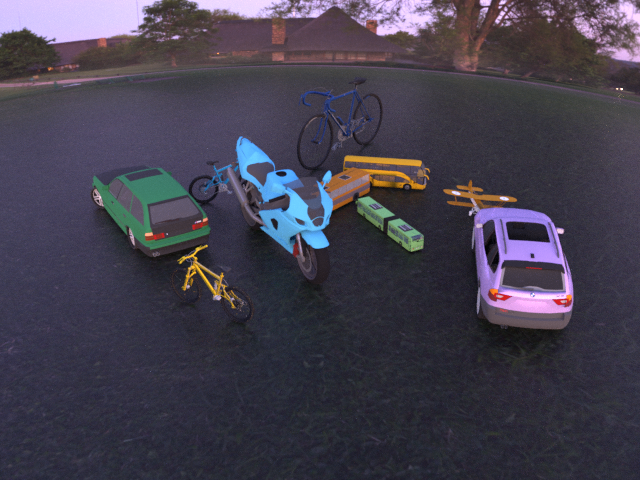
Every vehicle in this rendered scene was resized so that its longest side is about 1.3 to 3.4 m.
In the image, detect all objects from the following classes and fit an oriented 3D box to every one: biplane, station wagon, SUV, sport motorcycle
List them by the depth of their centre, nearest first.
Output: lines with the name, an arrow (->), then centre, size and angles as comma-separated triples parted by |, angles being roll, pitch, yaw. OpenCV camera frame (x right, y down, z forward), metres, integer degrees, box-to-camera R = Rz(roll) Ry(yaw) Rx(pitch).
SUV -> 2.919, 0.184, 10.226 | 1.276, 1.128, 3.058 | 4, 28, 8
sport motorcycle -> -0.625, -0.523, 11.049 | 0.983, 1.596, 2.955 | -15, 32, -25
station wagon -> -3.036, -0.745, 12.178 | 1.327, 0.920, 3.105 | -17, 33, -28
biplane -> 2.828, -0.740, 12.609 | 1.336, 0.504, 1.090 | -2, 28, -3

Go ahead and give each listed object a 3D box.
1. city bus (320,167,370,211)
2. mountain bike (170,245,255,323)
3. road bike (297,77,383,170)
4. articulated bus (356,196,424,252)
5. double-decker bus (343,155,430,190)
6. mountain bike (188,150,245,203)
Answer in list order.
city bus -> 0.245, -0.841, 12.843 | 0.476, 0.460, 1.674 | 22, 35, 35
mountain bike -> -1.517, 0.628, 9.675 | 1.469, 0.868, 0.573 | 16, 32, 27
road bike -> 0.483, -2.549, 14.762 | 0.696, 1.656, 3.004 | 20, 34, 33
articulated bus -> 1.175, -0.295, 12.008 | 0.311, 0.289, 1.749 | -14, 31, -24
double-decker bus -> 1.285, -1.306, 13.625 | 1.672, 0.541, 0.389 | 5, 29, 9
mountain bike -> -1.715, -1.141, 12.971 | 1.469, 0.868, 0.573 | -10, 30, -17
